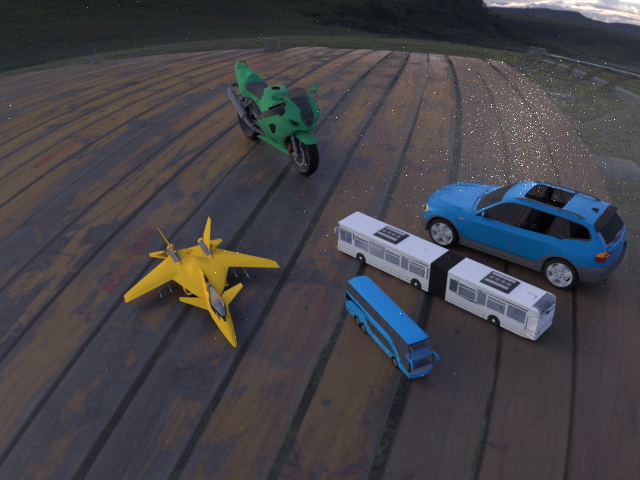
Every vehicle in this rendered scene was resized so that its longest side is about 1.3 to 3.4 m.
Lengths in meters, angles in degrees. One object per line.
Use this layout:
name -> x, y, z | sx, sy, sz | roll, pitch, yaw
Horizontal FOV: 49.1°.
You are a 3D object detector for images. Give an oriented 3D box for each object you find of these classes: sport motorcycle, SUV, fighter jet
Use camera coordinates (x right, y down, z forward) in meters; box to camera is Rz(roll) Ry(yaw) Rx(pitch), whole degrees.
sport motorcycle -> -0.872, -2.397, 13.588 | 0.983, 1.596, 2.955 | -19, 36, -28
SUV -> 3.043, -0.304, 10.614 | 3.058, 1.128, 1.276 | 22, 37, 31
fighter jet -> -1.573, 0.566, 9.739 | 2.229, 0.557, 2.640 | -12, 34, -19

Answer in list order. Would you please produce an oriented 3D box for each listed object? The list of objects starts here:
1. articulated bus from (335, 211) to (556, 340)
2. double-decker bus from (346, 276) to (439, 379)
articulated bus -> 1.650, 0.426, 9.964 | 3.401, 0.561, 0.605 | 25, 40, 35
double-decker bus -> 0.865, 1.095, 8.890 | 0.389, 0.541, 1.672 | -15, 35, -23
